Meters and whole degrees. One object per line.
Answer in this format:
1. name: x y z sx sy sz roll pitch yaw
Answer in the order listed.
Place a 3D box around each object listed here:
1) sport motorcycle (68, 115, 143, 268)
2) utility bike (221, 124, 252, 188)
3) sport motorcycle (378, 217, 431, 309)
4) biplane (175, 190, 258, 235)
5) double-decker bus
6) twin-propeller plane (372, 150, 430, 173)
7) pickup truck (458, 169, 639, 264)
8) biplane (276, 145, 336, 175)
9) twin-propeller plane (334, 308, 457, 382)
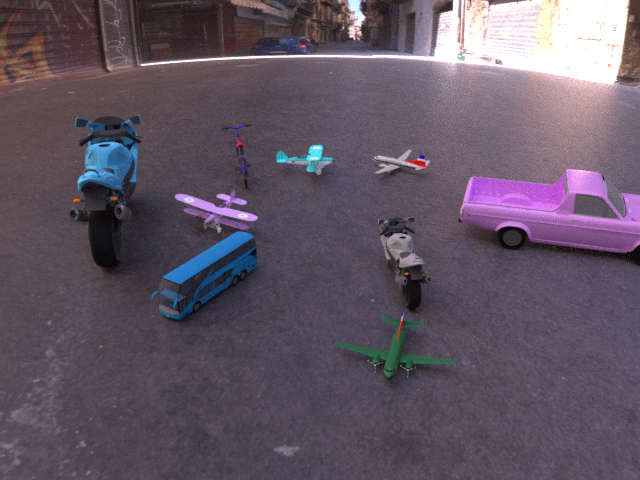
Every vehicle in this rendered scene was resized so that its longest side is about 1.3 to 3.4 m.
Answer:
1. sport motorcycle: -3.108 -0.821 10.349 0.983 1.596 2.955 -4 28 -8
2. utility bike: -1.443 -1.531 12.389 0.535 0.946 1.435 -5 28 -9
3. sport motorcycle: 1.074 0.250 9.152 0.506 0.821 1.520 -4 28 -8
4. biplane: -1.522 -0.440 10.797 1.336 0.504 1.090 9 29 16
5. double-decker bus: -1.441 0.451 9.072 0.389 0.541 1.672 17 32 29
6. twin-propeller plane: 1.442 -1.452 12.817 1.095 0.407 1.370 16 32 28
7. pickup truck: 3.664 -0.456 10.305 3.117 0.993 1.244 8 29 14
8. biplane: -0.249 -1.453 12.713 1.090 0.504 1.336 1 28 2
9. twin-propeller plane: 0.853 1.179 7.838 1.370 0.407 1.095 7 29 13
